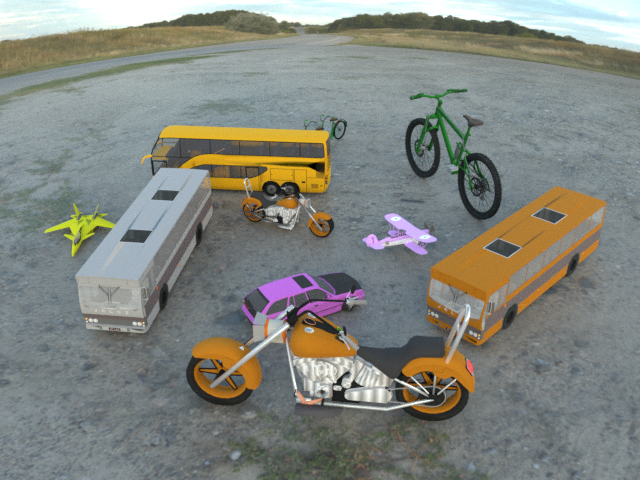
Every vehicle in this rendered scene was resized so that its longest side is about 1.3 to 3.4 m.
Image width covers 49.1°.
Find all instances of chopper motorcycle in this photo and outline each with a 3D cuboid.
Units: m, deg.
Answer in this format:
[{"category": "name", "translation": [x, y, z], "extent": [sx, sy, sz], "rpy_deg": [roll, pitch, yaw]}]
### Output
[{"category": "chopper motorcycle", "translation": [0.083, 1.189, 7.262], "extent": [3.040, 1.480, 0.906], "rpy_deg": [4, 30, 7]}, {"category": "chopper motorcycle", "translation": [-0.525, -0.507, 10.971], "extent": [1.563, 0.761, 0.466], "rpy_deg": [12, 32, 19]}]

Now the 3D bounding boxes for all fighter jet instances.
[{"category": "fighter jet", "translation": [-3.715, -0.169, 10.856], "extent": [1.147, 0.286, 1.358], "rpy_deg": [-3, 30, -5]}]

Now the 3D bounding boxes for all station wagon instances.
[{"category": "station wagon", "translation": [-0.192, 0.724, 9.097], "extent": [1.597, 0.473, 0.682], "rpy_deg": [-15, 33, -25]}]

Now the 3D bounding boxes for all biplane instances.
[{"category": "biplane", "translation": [1.175, -0.032, 10.395], "extent": [1.090, 0.504, 1.336], "rpy_deg": [-11, 32, -19]}]

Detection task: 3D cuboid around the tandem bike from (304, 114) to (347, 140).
[{"category": "tandem bike", "translation": [0.030, -2.173, 13.980], "extent": [0.283, 0.682, 1.642], "rpy_deg": [23, 37, 34]}]

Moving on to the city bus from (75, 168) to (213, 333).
[{"category": "city bus", "translation": [-2.328, 0.044, 9.868], "extent": [0.926, 0.894, 3.255], "rpy_deg": [3, 30, 6]}]

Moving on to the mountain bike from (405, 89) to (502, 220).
[{"category": "mountain bike", "translation": [2.210, -1.526, 11.825], "extent": [1.114, 1.688, 2.857], "rpy_deg": [-12, 32, -20]}]

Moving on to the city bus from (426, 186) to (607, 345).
[{"category": "city bus", "translation": [2.724, 0.273, 9.464], "extent": [0.926, 0.894, 3.255], "rpy_deg": [25, 38, 37]}]

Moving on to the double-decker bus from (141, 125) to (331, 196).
[{"category": "double-decker bus", "translation": [-1.432, -1.403, 12.252], "extent": [3.251, 1.052, 0.756], "rpy_deg": [3, 30, 5]}]
